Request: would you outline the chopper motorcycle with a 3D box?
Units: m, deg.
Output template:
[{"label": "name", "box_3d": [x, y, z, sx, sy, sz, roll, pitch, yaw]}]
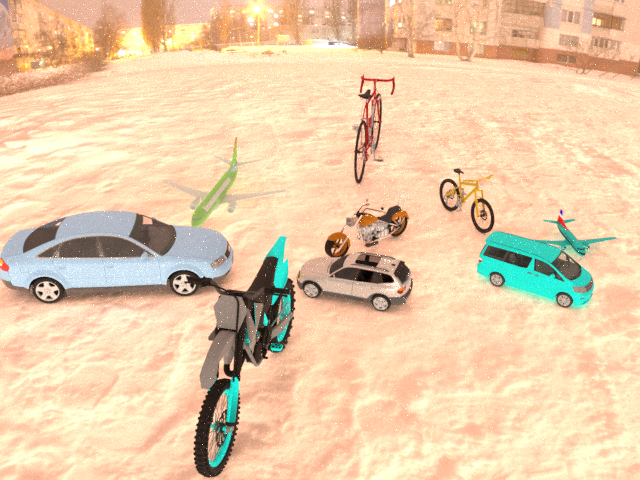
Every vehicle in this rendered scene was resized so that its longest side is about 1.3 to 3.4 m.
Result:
[{"label": "chopper motorcycle", "box_3d": [0.735, -0.238, 10.644, 1.563, 0.761, 0.466, -18, 32, -31]}]

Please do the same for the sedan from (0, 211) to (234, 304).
[{"label": "sedan", "box_3d": [-2.790, 0.138, 9.724, 3.137, 0.940, 1.235, -2, 27, -5]}]

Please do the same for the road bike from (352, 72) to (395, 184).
[{"label": "road bike", "box_3d": [0.962, -2.248, 13.551, 0.696, 1.656, 3.004, 6, 28, 12]}]

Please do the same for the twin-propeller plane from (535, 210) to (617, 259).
[{"label": "twin-propeller plane", "box_3d": [3.842, -0.084, 10.732, 1.370, 0.407, 1.095, -2, 27, -3]}]

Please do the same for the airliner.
[{"label": "airliner", "box_3d": [-1.759, -0.992, 12.020, 2.257, 0.835, 2.541, 5, 28, 10]}]

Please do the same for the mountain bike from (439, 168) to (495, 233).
[{"label": "mountain bike", "box_3d": [2.392, -0.713, 11.444, 0.573, 0.868, 1.469, -12, 30, -22]}]

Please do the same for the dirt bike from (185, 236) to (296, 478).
[{"label": "dirt bike", "box_3d": [-0.707, 0.995, 7.281, 1.024, 1.666, 2.903, 6, 28, 12]}]

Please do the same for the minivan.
[{"label": "minivan", "box_3d": [2.969, 0.382, 9.606, 1.548, 0.616, 0.681, 18, 32, 30]}]

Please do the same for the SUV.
[{"label": "SUV", "box_3d": [0.466, 0.481, 9.454, 1.572, 0.580, 0.656, 9, 29, 18]}]
